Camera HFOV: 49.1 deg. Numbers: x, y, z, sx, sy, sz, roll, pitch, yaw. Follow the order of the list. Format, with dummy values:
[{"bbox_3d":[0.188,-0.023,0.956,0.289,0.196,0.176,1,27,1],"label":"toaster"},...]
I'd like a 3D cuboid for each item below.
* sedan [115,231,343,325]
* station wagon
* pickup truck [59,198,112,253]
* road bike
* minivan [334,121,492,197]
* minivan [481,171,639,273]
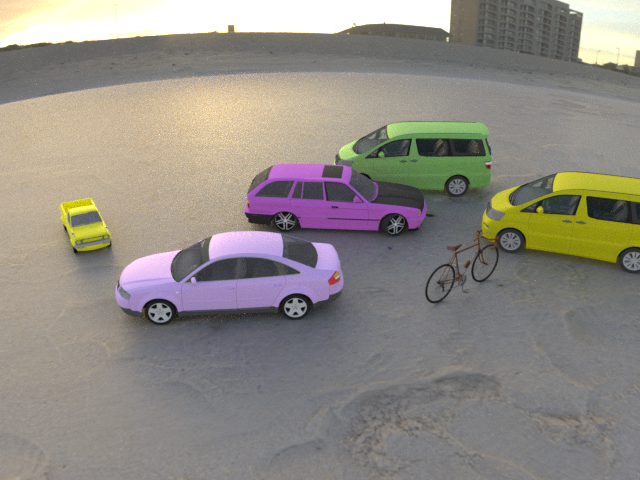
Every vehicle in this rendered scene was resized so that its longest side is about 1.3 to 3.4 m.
[{"bbox_3d":[-1.243,0.438,9.683,3.137,0.940,1.235,-2,27,-4],"label":"sedan"},{"bbox_3d":[0.287,-0.761,12.094,3.105,0.920,1.327,2,27,5],"label":"station wagon"},{"bbox_3d":[-3.932,-0.316,11.665,0.640,0.511,1.603,-13,29,-24],"label":"pickup truck"},{"bbox_3d":[2.047,0.362,9.932,1.545,0.852,0.358,-19,33,-34],"label":"road bike"},{"bbox_3d":[1.759,-1.614,13.487,3.011,1.197,1.324,1,27,3],"label":"minivan"},{"bbox_3d":[4.127,-0.398,11.063,3.011,1.197,1.324,10,28,19],"label":"minivan"}]
